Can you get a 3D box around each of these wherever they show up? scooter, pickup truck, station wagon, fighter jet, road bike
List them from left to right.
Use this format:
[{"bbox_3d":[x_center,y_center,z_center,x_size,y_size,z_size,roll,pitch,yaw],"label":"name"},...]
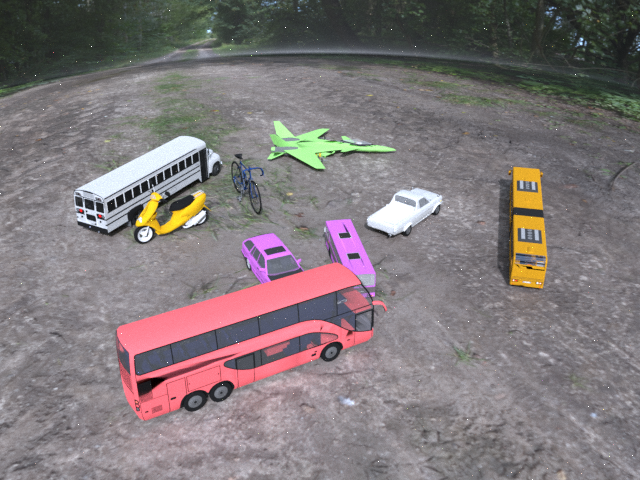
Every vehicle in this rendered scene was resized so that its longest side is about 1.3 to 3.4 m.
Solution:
[{"bbox_3d":[-2.429,-0.512,11.450,1.399,0.919,0.662,-21,35,-33],"label":"scooter"},{"bbox_3d":[-1.333,-1.065,12.507,0.358,0.852,1.545,-13,32,-22],"label":"road bike"},{"bbox_3d":[-0.645,0.370,10.330,0.682,0.473,1.597,-13,32,-22],"label":"station wagon"},{"bbox_3d":[0.272,-2.056,14.582,2.640,0.557,2.229,1,29,2],"label":"fighter jet"},{"bbox_3d":[1.465,-0.528,11.898,0.640,0.511,1.603,21,35,33],"label":"pickup truck"}]

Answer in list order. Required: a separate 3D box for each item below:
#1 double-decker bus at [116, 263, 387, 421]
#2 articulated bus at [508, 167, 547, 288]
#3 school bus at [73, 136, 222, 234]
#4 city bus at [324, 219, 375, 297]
[{"bbox_3d":[-0.750,1.127,8.383,3.251,1.052,0.756,-16,33,-26],"label":"double-decker bus"},{"bbox_3d":[3.376,-0.311,11.458,0.605,0.561,3.401,7,30,12],"label":"articulated bus"},{"bbox_3d":[-2.946,-1.109,12.595,0.709,0.844,3.322,14,32,24],"label":"school bus"},{"bbox_3d":[0.432,0.278,10.508,0.476,0.460,1.674,-5,30,-9],"label":"city bus"}]
